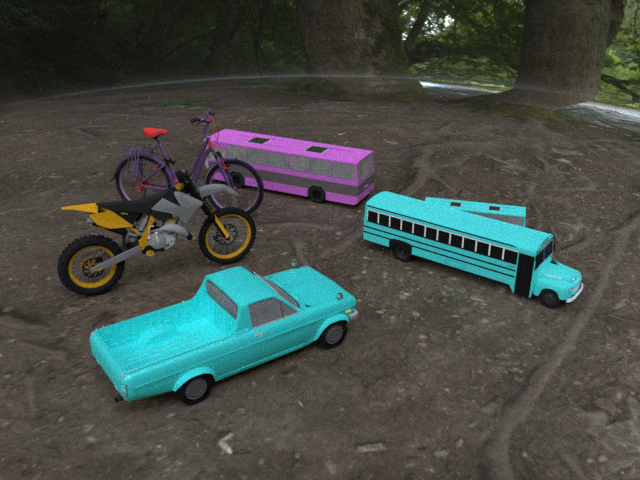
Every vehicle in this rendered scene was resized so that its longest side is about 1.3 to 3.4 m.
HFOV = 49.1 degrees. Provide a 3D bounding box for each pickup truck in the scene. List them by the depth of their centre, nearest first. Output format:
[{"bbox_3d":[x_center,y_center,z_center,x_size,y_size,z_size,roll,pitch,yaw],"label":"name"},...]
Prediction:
[{"bbox_3d":[-1.061,0.963,8.297,3.117,0.993,1.244,-17,30,-31],"label":"pickup truck"}]

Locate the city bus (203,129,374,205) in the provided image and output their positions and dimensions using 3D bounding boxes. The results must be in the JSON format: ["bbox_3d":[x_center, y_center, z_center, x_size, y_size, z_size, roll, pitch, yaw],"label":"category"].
[{"bbox_3d":[-0.624,-1.380,13.287,3.255,0.894,0.926,12,28,23],"label":"city bus"}]

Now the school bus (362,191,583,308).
[{"bbox_3d":[2.191,0.078,10.311,3.322,0.844,0.709,18,31,33],"label":"school bus"}]

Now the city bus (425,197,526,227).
[{"bbox_3d":[2.548,-0.350,11.645,1.674,0.460,0.476,7,27,14],"label":"city bus"}]

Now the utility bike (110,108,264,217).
[{"bbox_3d":[-2.322,-1.346,12.125,2.791,1.839,1.039,4,26,8],"label":"utility bike"}]

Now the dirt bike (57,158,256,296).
[{"bbox_3d":[-2.270,-0.196,9.932,2.903,1.666,1.024,-13,29,-25],"label":"dirt bike"}]
